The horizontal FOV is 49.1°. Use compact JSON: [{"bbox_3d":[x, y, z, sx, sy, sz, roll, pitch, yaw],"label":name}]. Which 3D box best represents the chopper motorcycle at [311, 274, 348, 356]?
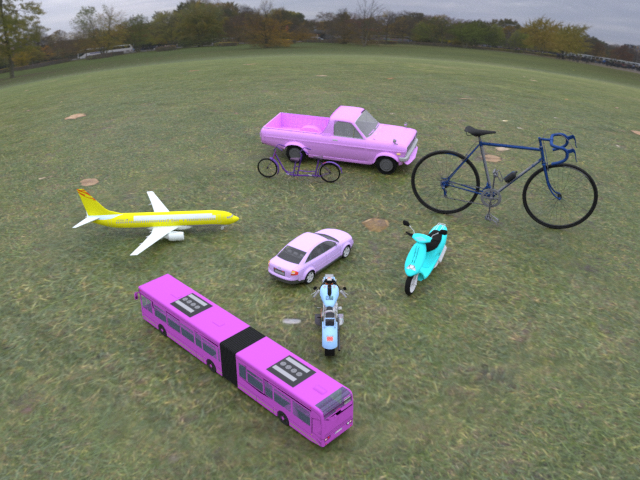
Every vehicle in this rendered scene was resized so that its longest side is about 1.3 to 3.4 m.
[{"bbox_3d":[0.124,0.817,8.941,0.466,0.761,1.563,0,29,0],"label":"chopper motorcycle"}]

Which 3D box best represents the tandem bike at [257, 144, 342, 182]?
[{"bbox_3d":[-0.390,-1.436,13.153,1.642,0.682,0.283,5,29,10],"label":"tandem bike"}]

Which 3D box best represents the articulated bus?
[{"bbox_3d":[-1.013,1.296,8.273,3.401,0.561,0.605,25,38,38],"label":"articulated bus"}]

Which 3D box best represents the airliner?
[{"bbox_3d":[-2.588,-0.490,11.260,2.541,0.835,2.257,-3,29,-5],"label":"airliner"}]

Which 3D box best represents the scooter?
[{"bbox_3d":[1.529,0.130,10.037,0.662,0.919,1.399,15,32,25],"label":"scooter"}]

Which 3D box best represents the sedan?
[{"bbox_3d":[-0.107,0.157,10.441,0.635,0.483,1.613,20,34,32],"label":"sedan"}]

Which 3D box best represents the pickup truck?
[{"bbox_3d":[0.397,-2.127,14.094,3.117,0.993,1.244,9,30,16],"label":"pickup truck"}]

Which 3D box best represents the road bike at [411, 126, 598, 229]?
[{"bbox_3d":[2.987,-1.050,11.428,3.004,1.656,0.696,9,30,15],"label":"road bike"}]
